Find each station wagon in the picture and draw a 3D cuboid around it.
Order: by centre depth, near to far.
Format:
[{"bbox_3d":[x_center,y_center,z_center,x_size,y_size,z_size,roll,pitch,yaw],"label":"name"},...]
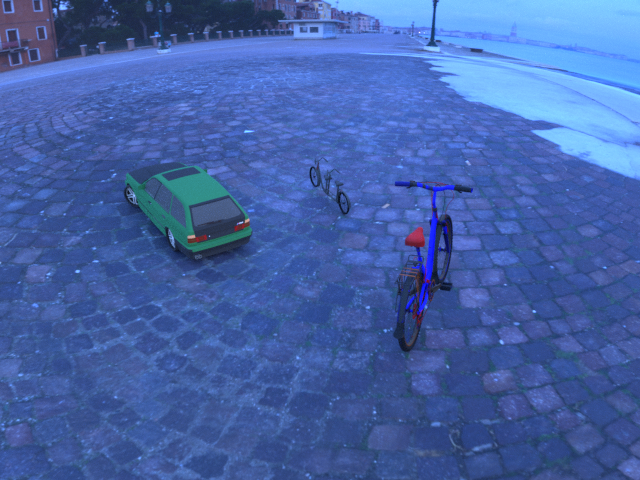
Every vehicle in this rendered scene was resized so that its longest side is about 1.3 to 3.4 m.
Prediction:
[{"bbox_3d":[-2.341,-0.745,11.898,1.327,0.920,3.105,-18,35,-28],"label":"station wagon"}]

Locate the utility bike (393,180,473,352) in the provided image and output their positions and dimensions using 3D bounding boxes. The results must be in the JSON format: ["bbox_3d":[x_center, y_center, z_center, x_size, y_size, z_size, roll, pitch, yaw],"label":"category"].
[{"bbox_3d":[1.360,0.185,9.367,1.039,1.839,2.791,12,32,19],"label":"utility bike"}]

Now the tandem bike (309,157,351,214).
[{"bbox_3d":[0.161,-1.028,12.627,0.283,0.682,1.642,-13,33,-22],"label":"tandem bike"}]
